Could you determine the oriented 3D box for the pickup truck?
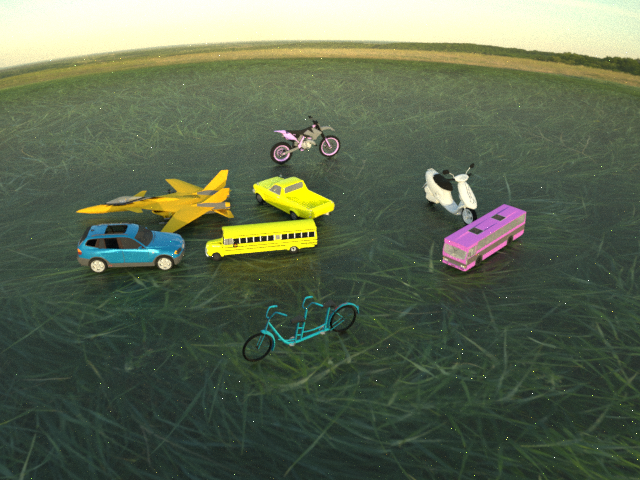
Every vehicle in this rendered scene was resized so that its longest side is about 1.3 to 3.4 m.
[{"bbox_3d":[-0.479,-0.766,12.081,0.640,0.511,1.603,-23,36,-36],"label":"pickup truck"}]

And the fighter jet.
[{"bbox_3d":[-2.823,-0.717,11.942,2.640,0.557,2.229,-4,29,-7],"label":"fighter jet"}]

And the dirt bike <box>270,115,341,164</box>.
[{"bbox_3d":[-0.286,-1.989,13.984,1.493,0.857,0.527,-10,30,-18],"label":"dirt bike"}]

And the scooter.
[{"bbox_3d":[2.206,-0.866,11.837,0.662,0.919,1.399,-15,32,-26],"label":"scooter"}]

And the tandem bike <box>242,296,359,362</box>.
[{"bbox_3d":[-0.210,1.018,8.592,1.642,0.682,0.283,-15,32,-26],"label":"tandem bike"}]

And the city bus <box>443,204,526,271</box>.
[{"bbox_3d":[2.547,-0.038,10.785,0.476,0.460,1.674,25,37,38],"label":"city bus"}]

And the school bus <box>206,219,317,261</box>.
[{"bbox_3d":[-0.907,-0.015,10.769,1.708,0.434,0.365,-5,29,-10],"label":"school bus"}]

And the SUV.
[{"bbox_3d":[-2.813,0.077,10.444,1.572,0.580,0.656,-2,28,-4],"label":"SUV"}]
